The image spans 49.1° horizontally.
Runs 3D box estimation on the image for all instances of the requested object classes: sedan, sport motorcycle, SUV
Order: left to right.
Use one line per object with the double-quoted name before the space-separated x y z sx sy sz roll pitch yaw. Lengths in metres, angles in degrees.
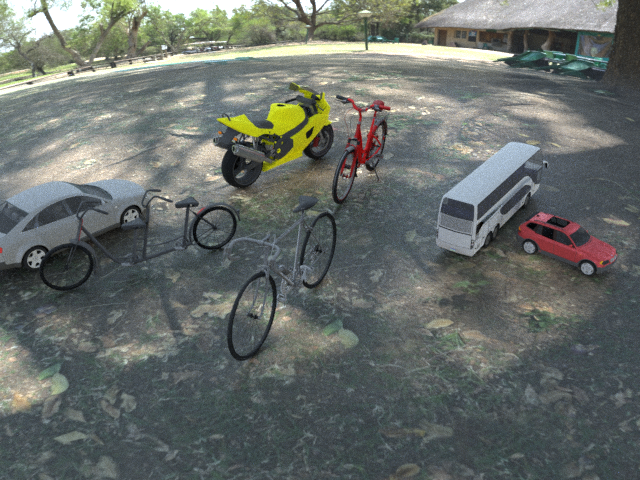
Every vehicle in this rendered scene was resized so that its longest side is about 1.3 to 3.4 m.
"sedan" -4.263 -0.454 11.605 1.235 0.940 3.137 23 36 34
"sport motorcycle" -0.794 -2.068 13.796 2.955 1.596 0.983 -26 38 -38
"SUV" 3.918 0.018 11.134 1.572 0.580 0.656 24 37 36

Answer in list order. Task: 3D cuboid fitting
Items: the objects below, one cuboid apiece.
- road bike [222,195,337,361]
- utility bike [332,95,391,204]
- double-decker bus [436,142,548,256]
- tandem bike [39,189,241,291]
"road bike" -0.431 0.345 9.461 0.697 1.656 3.004 14 32 23
"utility bike" 0.907 -1.873 13.205 1.039 1.839 2.791 12 32 21
"double-decker bus" 3.028 -0.806 12.114 0.756 1.052 3.251 19 34 30
"tandem bike" -2.666 -0.140 10.655 3.192 1.326 0.550 -17 33 -27
